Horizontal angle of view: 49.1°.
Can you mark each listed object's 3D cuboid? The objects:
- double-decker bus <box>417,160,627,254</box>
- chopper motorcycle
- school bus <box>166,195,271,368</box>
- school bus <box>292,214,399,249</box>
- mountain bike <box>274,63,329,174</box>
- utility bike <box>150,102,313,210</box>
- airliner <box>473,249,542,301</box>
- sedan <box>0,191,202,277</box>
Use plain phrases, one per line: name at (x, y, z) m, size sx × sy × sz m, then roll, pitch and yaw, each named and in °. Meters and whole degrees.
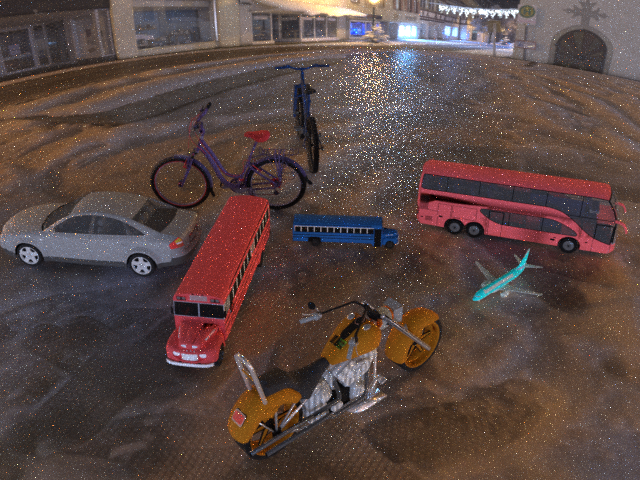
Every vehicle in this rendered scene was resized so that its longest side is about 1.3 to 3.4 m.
double-decker bus at (3.208, -0.538, 11.292) m, size 3.251 × 1.052 × 0.756 m, roll 10°, pitch 32°, yaw 17°
chopper motorcycle at (0.296, 1.292, 7.747) m, size 3.040 × 1.480 × 0.906 m, roll -23°, pitch 38°, yaw -34°
school bus at (-1.351, 0.476, 9.766) m, size 0.709 × 0.844 × 3.322 m, roll 4°, pitch 31°, yaw 7°
school bus at (0.418, -0.153, 11.246) m, size 1.708 × 0.434 × 0.365 m, roll 2°, pitch 30°, yaw 3°
mountain bike at (-0.283, -2.524, 14.050) m, size 1.114 × 1.688 × 2.857 m, roll -5°, pitch 31°, yaw -8°
utility bike at (-1.522, -1.257, 11.740) m, size 2.791 × 1.839 × 1.039 m, roll 0°, pitch 30°, yaw 0°
airliner at (2.635, 0.517, 10.108) m, size 1.307 × 0.429 × 1.161 m, roll -24°, pitch 38°, yaw -35°
sedan at (-3.420, -0.206, 10.836) m, size 3.137 × 0.940 × 1.235 m, roll 4°, pitch 31°, yaw 8°
